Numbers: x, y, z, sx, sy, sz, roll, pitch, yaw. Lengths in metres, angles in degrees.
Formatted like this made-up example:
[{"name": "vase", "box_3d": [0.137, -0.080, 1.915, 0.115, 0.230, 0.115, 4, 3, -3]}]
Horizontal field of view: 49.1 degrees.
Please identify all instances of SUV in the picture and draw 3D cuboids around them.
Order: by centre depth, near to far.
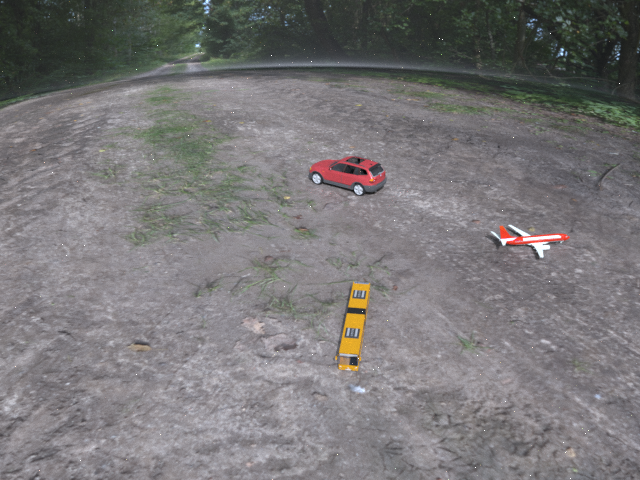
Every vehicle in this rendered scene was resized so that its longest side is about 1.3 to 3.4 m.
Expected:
[{"name": "SUV", "box_3d": [0.529, -1.328, 13.599, 1.572, 0.580, 0.656, 18, 32, 30]}]

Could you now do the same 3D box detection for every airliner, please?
[{"name": "airliner", "box_3d": [3.482, -0.091, 11.382, 1.307, 0.429, 1.161, -5, 28, -10]}]

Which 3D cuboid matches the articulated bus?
[{"name": "articulated bus", "box_3d": [0.466, 1.099, 9.243, 0.311, 0.289, 1.749, 4, 28, 7]}]
